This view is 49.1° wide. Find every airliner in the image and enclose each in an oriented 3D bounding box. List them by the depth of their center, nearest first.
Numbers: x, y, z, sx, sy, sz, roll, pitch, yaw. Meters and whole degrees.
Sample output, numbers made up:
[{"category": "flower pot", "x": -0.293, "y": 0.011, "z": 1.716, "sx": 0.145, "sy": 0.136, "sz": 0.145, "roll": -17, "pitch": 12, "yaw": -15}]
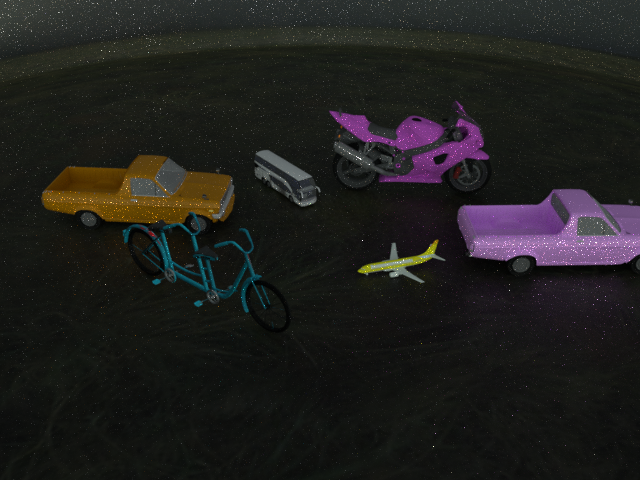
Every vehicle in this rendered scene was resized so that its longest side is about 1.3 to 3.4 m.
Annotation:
[{"category": "airliner", "x": 1.192, "y": 0.271, "z": 10.566, "sx": 1.307, "sy": 0.429, "sz": 1.161, "roll": -8, "pitch": 31, "yaw": -14}]

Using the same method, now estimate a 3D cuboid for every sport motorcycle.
[{"category": "sport motorcycle", "x": 1.638, "y": -1.609, "z": 12.616, "sx": 2.955, "sy": 1.596, "sz": 0.983, "roll": 3, "pitch": 31, "yaw": 4}]

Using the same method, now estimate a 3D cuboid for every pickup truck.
[{"category": "pickup truck", "x": 3.732, "y": -0.185, "z": 10.787, "sx": 3.117, "sy": 0.993, "sz": 1.244, "roll": -1, "pitch": 30, "yaw": -1}, {"category": "pickup truck", "x": -3.053, "y": -0.857, "z": 11.931, "sx": 3.117, "sy": 0.993, "sz": 1.244, "roll": 3, "pitch": 31, "yaw": 4}]

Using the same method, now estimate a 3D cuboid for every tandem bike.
[{"category": "tandem bike", "x": -1.658, "y": 0.281, "z": 9.664, "sx": 3.192, "sy": 1.326, "sz": 0.550, "roll": 20, "pitch": 36, "yaw": 31}]

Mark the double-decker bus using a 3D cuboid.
[{"category": "double-decker bus", "x": -0.639, "y": -1.130, "z": 12.843, "sx": 0.389, "sy": 0.541, "sz": 1.672, "roll": -20, "pitch": 36, "yaw": -30}]
